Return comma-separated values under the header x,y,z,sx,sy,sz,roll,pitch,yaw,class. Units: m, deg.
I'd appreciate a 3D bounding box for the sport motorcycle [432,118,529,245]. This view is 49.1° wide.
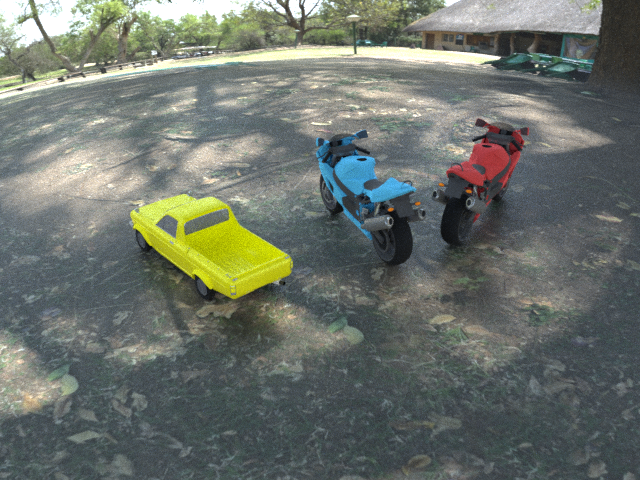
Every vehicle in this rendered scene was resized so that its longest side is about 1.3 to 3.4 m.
x,y,z,sx,sy,sz,roll,pitch,yaw,class
2.810,-1.057,12.153,0.983,1.596,2.955,17,33,28,sport motorcycle

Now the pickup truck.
x,y,z,sx,sy,sz,roll,pitch,yaw,class
-1.788,-0.035,10.930,1.244,0.993,3.117,-23,36,-35,pickup truck

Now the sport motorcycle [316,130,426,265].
x,y,z,sx,sy,sz,roll,pitch,yaw,class
0.706,-0.769,11.634,0.983,1.596,2.955,-13,32,-23,sport motorcycle
